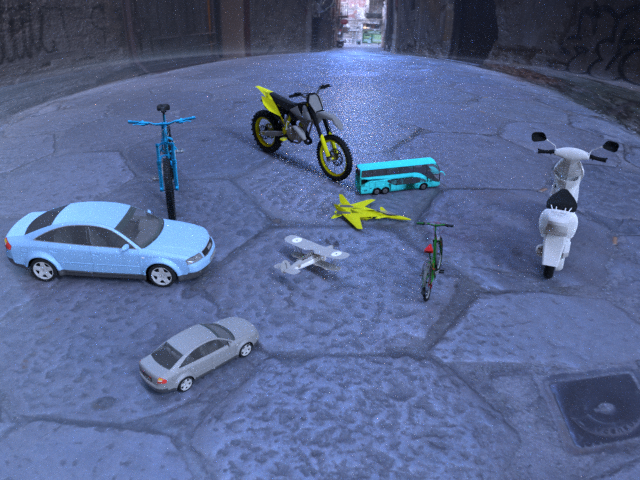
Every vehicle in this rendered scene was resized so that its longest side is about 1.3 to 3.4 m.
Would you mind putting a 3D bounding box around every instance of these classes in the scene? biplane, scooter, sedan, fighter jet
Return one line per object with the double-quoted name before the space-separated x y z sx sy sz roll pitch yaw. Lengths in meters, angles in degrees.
"biplane" -0.183 0.280 10.561 1.090 0.504 1.336 -25 38 -36
"scooter" 3.799 -0.662 10.919 1.288 1.786 2.721 11 32 19
"sedan" -1.476 1.341 8.722 1.613 0.483 0.635 -26 39 -37
"sedan" -3.173 -0.022 10.652 3.137 0.940 1.235 3 30 5
"fighter jet" 0.918 -0.511 12.168 1.358 0.286 1.147 8 31 13

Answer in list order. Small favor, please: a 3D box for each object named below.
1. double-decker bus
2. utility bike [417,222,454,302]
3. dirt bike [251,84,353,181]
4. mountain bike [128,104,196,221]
"double-decker bus" 1.489 -1.206 13.130 1.672 0.541 0.389 -7 30 -12
"utility bike" 1.604 0.236 10.192 0.535 0.946 1.435 10 31 16
"dirt bike" -0.408 -2.246 13.818 1.024 1.666 2.903 -25 38 -37
"mountain bike" -2.744 -1.545 12.569 1.114 1.688 2.857 -5 30 -9
